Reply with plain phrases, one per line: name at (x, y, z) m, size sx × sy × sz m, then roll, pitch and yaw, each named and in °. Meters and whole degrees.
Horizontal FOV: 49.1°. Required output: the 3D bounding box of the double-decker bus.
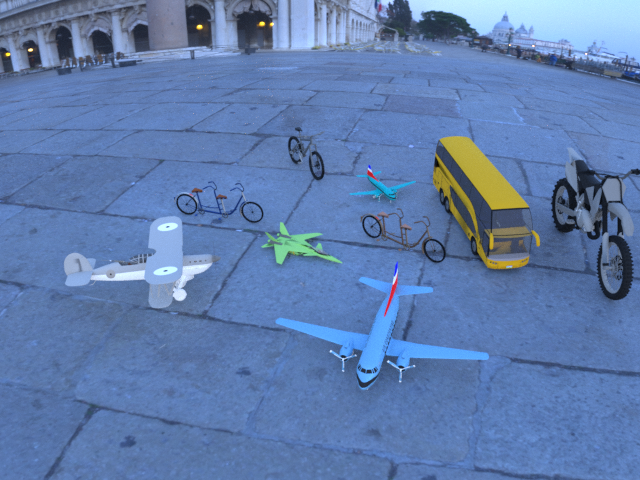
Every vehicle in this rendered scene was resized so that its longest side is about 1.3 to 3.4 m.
double-decker bus at (2.625, -0.670, 11.576) m, size 0.756 × 1.052 × 3.251 m, roll -4°, pitch 29°, yaw -6°

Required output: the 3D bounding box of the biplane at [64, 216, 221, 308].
biplane at (-2.455, 0.363, 9.806) m, size 2.120 × 0.981 × 2.598 m, roll -5°, pitch 30°, yaw -9°

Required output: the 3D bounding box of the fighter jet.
fighter jet at (-0.218, 0.092, 10.998) m, size 1.358 × 0.286 × 1.147 m, roll 18°, pitch 34°, yaw 29°

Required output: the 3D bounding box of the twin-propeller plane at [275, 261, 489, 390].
twin-propeller plane at (0.774, 1.064, 8.747) m, size 2.663 × 0.792 × 2.129 m, roll 8°, pitch 30°, yaw 14°

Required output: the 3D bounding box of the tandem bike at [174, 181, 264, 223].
tandem bike at (-1.747, -0.670, 11.955) m, size 1.642 × 0.682 × 0.283 m, roll 7°, pitch 30°, yaw 13°

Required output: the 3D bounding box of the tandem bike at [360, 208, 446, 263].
tandem bike at (1.291, -0.154, 11.034) m, size 1.642 × 0.682 × 0.283 m, roll 23°, pitch 37°, yaw 35°

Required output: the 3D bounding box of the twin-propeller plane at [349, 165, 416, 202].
twin-propeller plane at (1.117, -1.026, 12.870) m, size 1.370 × 0.407 × 1.095 m, roll -12°, pitch 32°, yaw -21°

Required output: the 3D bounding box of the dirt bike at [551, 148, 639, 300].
dirt bike at (4.101, -0.417, 10.496) m, size 1.024 × 1.666 × 2.903 m, roll -1°, pitch 29°, yaw -2°

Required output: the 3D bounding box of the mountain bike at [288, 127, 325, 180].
mountain bike at (-0.286, -1.754, 13.699) m, size 0.573 × 0.868 × 1.469 m, roll -15°, pitch 33°, yaw -25°
